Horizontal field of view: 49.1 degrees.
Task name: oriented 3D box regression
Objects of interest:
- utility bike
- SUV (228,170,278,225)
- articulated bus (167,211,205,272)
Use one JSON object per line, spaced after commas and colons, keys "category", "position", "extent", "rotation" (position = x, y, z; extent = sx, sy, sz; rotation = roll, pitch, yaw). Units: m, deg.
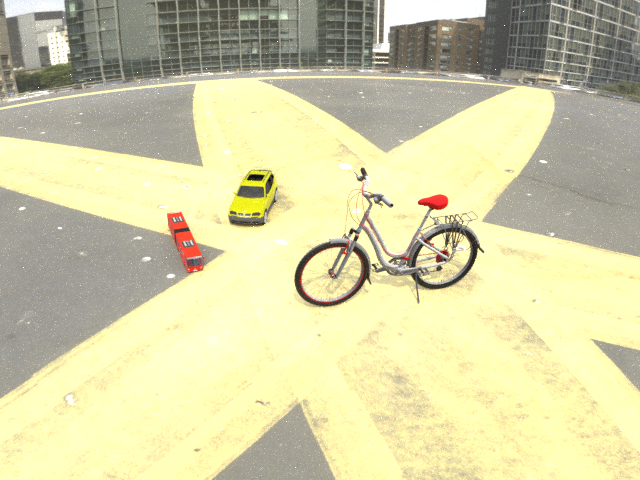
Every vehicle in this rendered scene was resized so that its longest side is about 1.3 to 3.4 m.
{"category": "utility bike", "position": [1.028, 0.036, 9.327], "extent": [2.791, 1.839, 1.039], "rotation": [-8, 28, -15]}
{"category": "SUV", "position": [-1.164, -0.779, 12.355], "extent": [0.656, 0.580, 1.572], "rotation": [4, 27, 7]}
{"category": "articulated bus", "position": [-2.162, 0.002, 11.123], "extent": [0.311, 0.289, 1.749], "rotation": [-9, 28, -18]}
